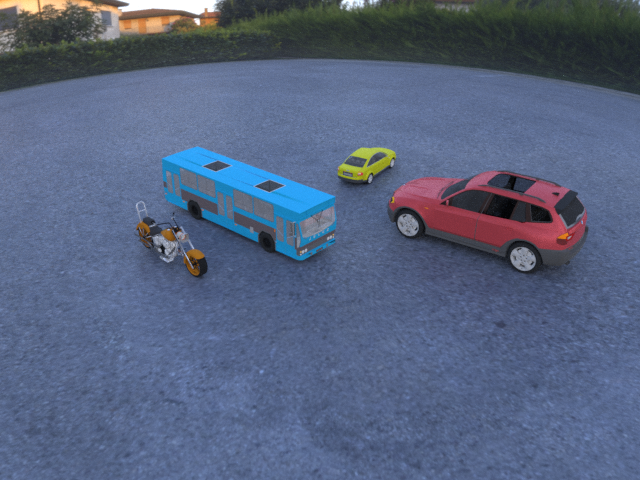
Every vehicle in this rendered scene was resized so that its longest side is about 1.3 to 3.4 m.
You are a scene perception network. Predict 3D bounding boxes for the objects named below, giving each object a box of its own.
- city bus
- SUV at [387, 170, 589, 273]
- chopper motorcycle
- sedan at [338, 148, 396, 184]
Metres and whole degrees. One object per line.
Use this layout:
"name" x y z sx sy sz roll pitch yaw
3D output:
"city bus" -1.222 -0.623 11.319 3.255 0.894 0.926 23 36 36
"SUV" 2.542 -0.479 10.799 3.058 1.128 1.276 18 33 31
"chopper motorcycle" -2.215 -0.018 10.325 1.563 0.761 0.466 24 36 37
"sedan" 0.923 -1.515 13.429 0.635 0.483 1.613 16 32 28
